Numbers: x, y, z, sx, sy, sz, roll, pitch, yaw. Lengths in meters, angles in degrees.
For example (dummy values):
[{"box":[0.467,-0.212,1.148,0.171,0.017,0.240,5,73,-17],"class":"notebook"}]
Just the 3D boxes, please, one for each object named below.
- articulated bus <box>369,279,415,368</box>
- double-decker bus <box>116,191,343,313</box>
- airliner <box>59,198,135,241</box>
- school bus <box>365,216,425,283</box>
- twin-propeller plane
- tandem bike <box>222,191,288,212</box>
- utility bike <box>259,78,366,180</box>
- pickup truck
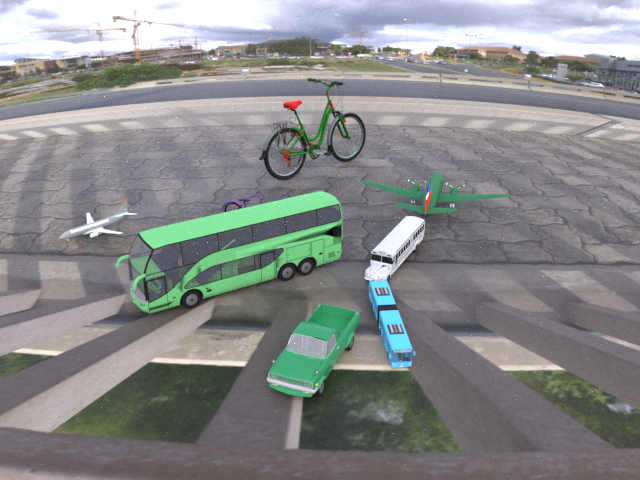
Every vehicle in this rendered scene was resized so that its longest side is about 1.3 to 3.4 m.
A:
[{"box":[0.878,1.026,8.939,0.311,0.289,1.749,-2,26,-5],"class":"articulated bus"},{"box":[-1.172,0.145,9.901,3.251,1.052,0.756,-15,29,-28],"class":"double-decker bus"},{"box":[-3.728,-0.330,11.620,1.307,0.429,1.161,-23,33,-39],"class":"airliner"},{"box":[1.148,0.141,10.627,0.365,0.434,1.708,12,28,24],"class":"school bus"},{"box":[1.996,-0.904,12.404,2.663,0.792,2.129,7,26,14],"class":"twin-propeller plane"},{"box":[-0.935,-0.475,11.631,1.642,0.682,0.283,12,28,24],"class":"tandem bike"},{"box":[-0.163,-2.305,14.128,2.791,1.839,1.039,-20,32,-36],"class":"utility bike"},{"box":[-0.039,1.225,8.262,0.640,0.511,1.603,10,27,20],"class":"pickup truck"}]
